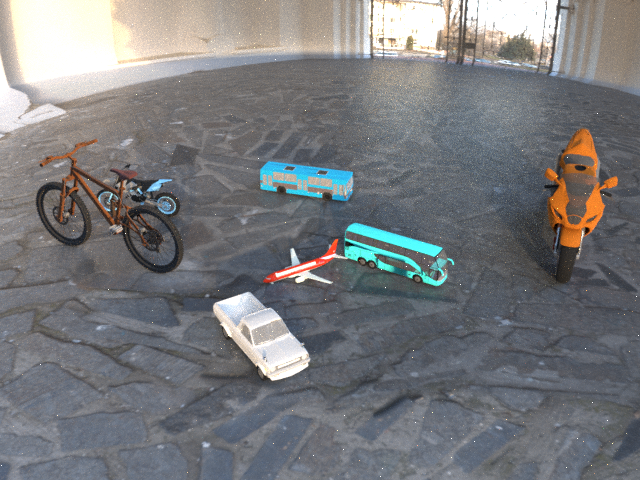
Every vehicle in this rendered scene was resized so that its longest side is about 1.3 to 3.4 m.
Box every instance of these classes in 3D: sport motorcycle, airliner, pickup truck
[{"bbox_3d":[3.925,-0.598,10.837,0.983,1.596,2.955,10,30,17],"label":"sport motorcycle"},{"bbox_3d":[-0.264,0.330,10.366,1.307,0.429,1.161,-16,33,-27],"label":"airliner"},{"bbox_3d":[-0.768,1.140,8.823,0.640,0.511,1.603,-17,33,-28],"label":"pickup truck"}]

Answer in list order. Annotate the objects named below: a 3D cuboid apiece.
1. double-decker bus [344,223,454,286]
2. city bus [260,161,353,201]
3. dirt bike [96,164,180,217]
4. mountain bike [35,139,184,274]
[{"bbox_3d":[1.145,0.218,10.454,1.672,0.541,0.389,17,33,28],"label":"double-decker bus"},{"bbox_3d":[-0.247,-1.064,12.847,1.674,0.460,0.476,9,30,16],"label":"city bus"},{"bbox_3d":[-3.140,-0.803,11.967,1.493,0.857,0.527,3,29,6],"label":"dirt bike"},{"bbox_3d":[-3.246,-0.466,10.505,2.857,1.688,1.114,14,32,24],"label":"mountain bike"}]
